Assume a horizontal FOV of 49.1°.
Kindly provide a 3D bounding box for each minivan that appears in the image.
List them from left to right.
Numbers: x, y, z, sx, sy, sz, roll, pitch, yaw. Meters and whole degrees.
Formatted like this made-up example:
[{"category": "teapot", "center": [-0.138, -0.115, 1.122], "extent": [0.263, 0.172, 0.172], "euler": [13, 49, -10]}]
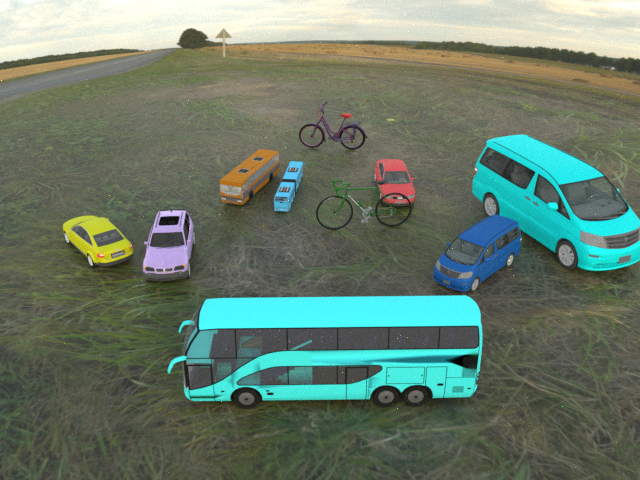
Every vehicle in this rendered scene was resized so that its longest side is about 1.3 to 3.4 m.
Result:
[{"category": "minivan", "center": [2.241, 0.171, 9.904], "extent": [0.681, 0.616, 1.548], "euler": [23, 35, 37]}, {"category": "minivan", "center": [3.647, -0.639, 10.839], "extent": [1.324, 1.197, 3.011], "euler": [-11, 29, -21]}]

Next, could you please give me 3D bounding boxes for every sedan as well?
[{"category": "sedan", "center": [-3.368, -0.071, 10.517], "extent": [0.635, 0.483, 1.613], "euler": [-20, 34, -34]}, {"category": "sedan", "center": [1.328, -1.086, 12.482], "extent": [0.635, 0.483, 1.613], "euler": [-1, 27, -1]}]

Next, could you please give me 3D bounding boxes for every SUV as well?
[{"category": "SUV", "center": [-2.188, 0.047, 10.183], "extent": [0.656, 0.580, 1.572], "euler": [-2, 27, -5]}]

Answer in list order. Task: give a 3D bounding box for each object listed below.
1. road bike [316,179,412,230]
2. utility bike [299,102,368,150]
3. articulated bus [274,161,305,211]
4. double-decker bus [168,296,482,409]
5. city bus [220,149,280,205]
[{"category": "road bike", "center": [0.703, -0.569, 11.079], "extent": [1.545, 0.852, 0.358], "euler": [-3, 27, -6]}, {"category": "utility bike", "center": [0.268, -2.285, 14.299], "extent": [1.435, 0.946, 0.535], "euler": [3, 28, 6]}, {"category": "articulated bus", "center": [-0.541, -0.974, 12.477], "extent": [0.311, 0.289, 1.749], "euler": [3, 28, 6]}, {"category": "double-decker bus", "center": [0.064, 1.173, 7.490], "extent": [3.251, 1.052, 0.756], "euler": [-1, 27, -1]}, {"category": "city bus", "center": [-1.235, -1.136, 12.604], "extent": [0.476, 0.460, 1.674], "euler": [9, 29, 18]}]
